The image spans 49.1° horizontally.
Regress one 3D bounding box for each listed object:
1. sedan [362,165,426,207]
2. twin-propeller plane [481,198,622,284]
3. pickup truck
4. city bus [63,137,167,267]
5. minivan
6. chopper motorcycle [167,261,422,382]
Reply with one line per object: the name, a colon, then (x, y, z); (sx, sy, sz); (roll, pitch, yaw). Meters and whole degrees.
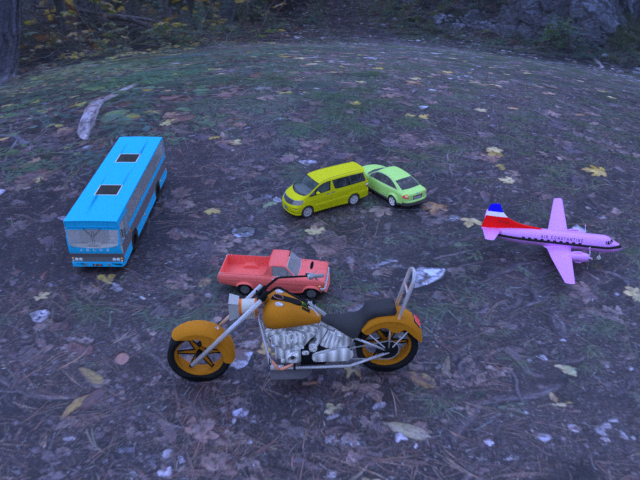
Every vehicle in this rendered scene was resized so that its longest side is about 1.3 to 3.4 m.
sedan: (1.262, -1.078, 12.744); (0.635, 0.483, 1.613); (-19, 36, -29)
twin-propeller plane: (3.581, -0.123, 10.824); (2.129, 0.792, 2.663); (7, 31, 11)
pickup truck: (-0.656, 0.448, 10.134); (1.603, 0.511, 0.640); (3, 31, 6)
city bus: (-3.307, -0.705, 11.709); (0.926, 0.894, 3.255); (0, 31, 1)
minivan: (0.084, -0.903, 12.318); (1.548, 0.616, 0.681); (-16, 34, -25)
chopper motorcycle: (-0.293, 0.996, 8.254); (3.040, 1.480, 0.906); (-1, 31, -2)
